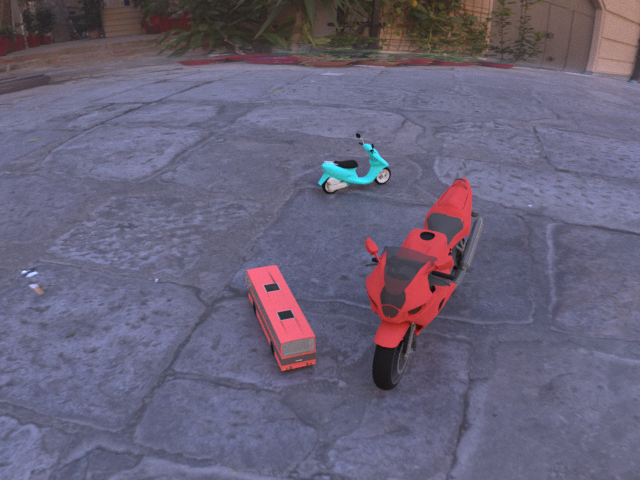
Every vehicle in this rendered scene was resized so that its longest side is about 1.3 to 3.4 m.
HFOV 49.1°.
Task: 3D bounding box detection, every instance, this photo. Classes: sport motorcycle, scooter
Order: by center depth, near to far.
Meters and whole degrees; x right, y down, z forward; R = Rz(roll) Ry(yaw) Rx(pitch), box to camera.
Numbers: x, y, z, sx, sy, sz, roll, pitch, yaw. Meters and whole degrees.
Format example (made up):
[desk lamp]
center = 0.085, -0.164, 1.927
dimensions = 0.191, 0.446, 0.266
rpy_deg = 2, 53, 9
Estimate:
[sport motorcycle]
center = 1.252, 0.440, 8.315
dimensions = 0.983, 1.596, 2.955
rpy_deg = 13, 31, 22
[scooter]
center = 0.628, -1.307, 12.196
dimensions = 1.399, 0.919, 0.662
rpy_deg = -12, 31, -20

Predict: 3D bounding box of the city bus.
[city bus]
center = -0.503, 0.934, 8.596
dimensions = 0.476, 0.460, 1.674
rpy_deg = -9, 30, -16
